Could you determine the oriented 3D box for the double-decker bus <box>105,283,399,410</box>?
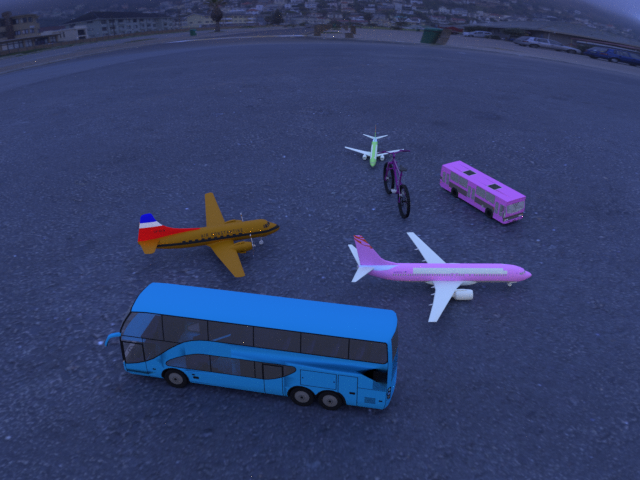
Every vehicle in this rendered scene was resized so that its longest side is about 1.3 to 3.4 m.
[{"bbox_3d":[-0.751,1.171,7.890,3.251,1.052,0.756,6,31,10],"label":"double-decker bus"}]

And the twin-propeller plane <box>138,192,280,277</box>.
[{"bbox_3d":[-1.636,-0.163,10.443,2.129,0.792,2.663,-9,31,-15],"label":"twin-propeller plane"}]

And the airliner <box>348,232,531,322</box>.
[{"bbox_3d":[1.676,0.292,9.617,2.541,0.835,2.257,0,30,-1],"label":"airliner"}]

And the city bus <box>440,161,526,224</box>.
[{"bbox_3d":[2.727,-0.814,11.892,0.476,0.460,1.674,-16,34,-25],"label":"city bus"}]

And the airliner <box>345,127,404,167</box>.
[{"bbox_3d":[1.057,-1.820,13.651,1.161,0.429,1.307,3,30,5],"label":"airliner"}]

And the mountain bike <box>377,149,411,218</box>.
[{"bbox_3d":[1.293,-0.992,11.791,0.573,0.868,1.469,-5,31,-9],"label":"mountain bike"}]
